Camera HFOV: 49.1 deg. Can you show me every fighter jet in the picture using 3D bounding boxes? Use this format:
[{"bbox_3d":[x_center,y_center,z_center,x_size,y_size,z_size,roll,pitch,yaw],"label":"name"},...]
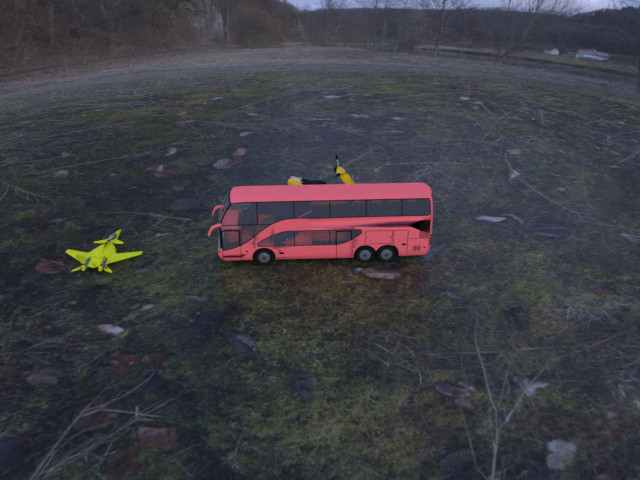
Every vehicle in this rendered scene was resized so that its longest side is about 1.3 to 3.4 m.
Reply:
[{"bbox_3d":[-3.218,0.066,10.520,1.147,0.286,1.358,1,27,3],"label":"fighter jet"}]

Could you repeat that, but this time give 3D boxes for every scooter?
[{"bbox_3d":[0.097,-0.891,11.698,1.399,0.919,0.662,2,27,3],"label":"scooter"}]

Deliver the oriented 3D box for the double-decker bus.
[{"bbox_3d":[0.016,-0.257,10.310,3.251,1.052,0.756,-1,27,-3],"label":"double-decker bus"}]
